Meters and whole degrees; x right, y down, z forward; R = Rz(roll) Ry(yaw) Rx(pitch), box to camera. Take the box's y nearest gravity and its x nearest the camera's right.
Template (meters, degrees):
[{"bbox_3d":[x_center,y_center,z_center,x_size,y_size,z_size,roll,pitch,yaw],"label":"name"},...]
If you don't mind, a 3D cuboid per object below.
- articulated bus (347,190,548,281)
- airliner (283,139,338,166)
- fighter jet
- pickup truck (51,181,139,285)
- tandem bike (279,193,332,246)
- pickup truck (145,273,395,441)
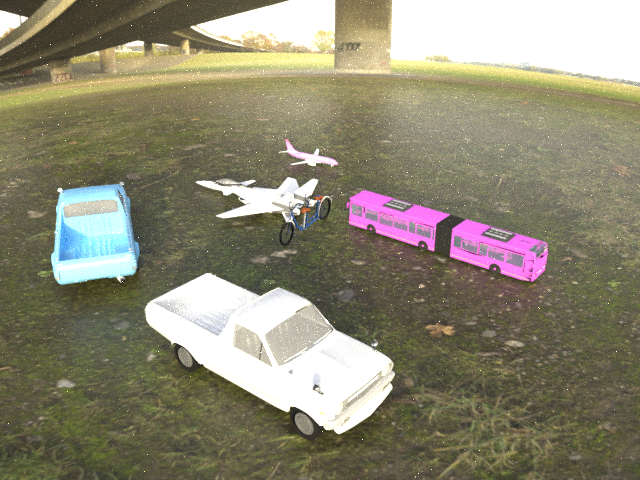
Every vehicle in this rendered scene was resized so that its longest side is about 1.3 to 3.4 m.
[{"bbox_3d":[1.931,-0.120,11.274,3.401,0.561,0.605,19,32,34],"label":"articulated bus"},{"bbox_3d":[-0.194,-1.855,14.974,1.307,0.429,1.161,14,29,26],"label":"airliner"},{"bbox_3d":[-1.323,-0.982,13.042,2.640,0.557,2.229,16,30,29],"label":"fighter jet"},{"bbox_3d":[-3.556,-0.233,11.014,1.244,0.993,3.117,-8,27,-15],"label":"pickup truck"},{"bbox_3d":[-0.222,-0.457,11.826,0.283,0.682,1.642,15,30,28],"label":"tandem bike"},{"bbox_3d":[-0.667,1.144,8.195,3.117,0.993,1.244,20,32,35],"label":"pickup truck"}]
